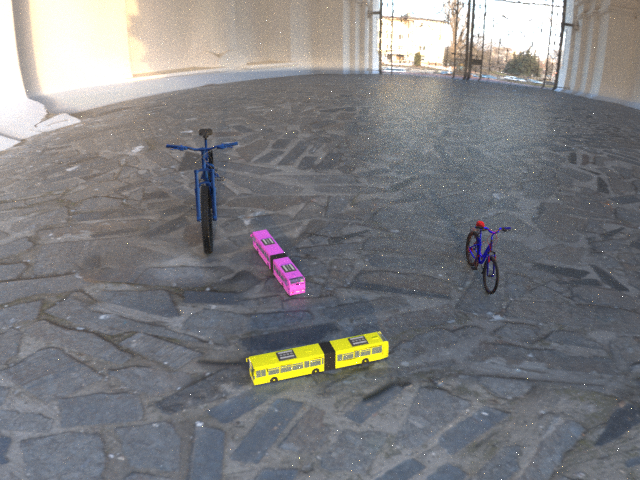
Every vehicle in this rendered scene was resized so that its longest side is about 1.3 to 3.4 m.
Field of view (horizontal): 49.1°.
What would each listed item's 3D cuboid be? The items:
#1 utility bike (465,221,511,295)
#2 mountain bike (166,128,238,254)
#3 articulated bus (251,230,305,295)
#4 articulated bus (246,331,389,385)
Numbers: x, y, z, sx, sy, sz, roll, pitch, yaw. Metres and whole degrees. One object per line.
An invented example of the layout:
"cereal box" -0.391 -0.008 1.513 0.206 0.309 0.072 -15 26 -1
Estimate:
"utility bike" 2.465 0.133 10.408 0.535 0.946 1.435 -3 27 -6
"mountain bike" -1.901 -0.988 11.787 1.114 1.688 2.857 -3 27 -6
"articulated bus" -0.658 0.318 10.768 0.311 0.289 1.749 -11 29 -20
"articulated bus" -0.012 1.439 8.572 1.749 0.289 0.311 -9 28 -16
